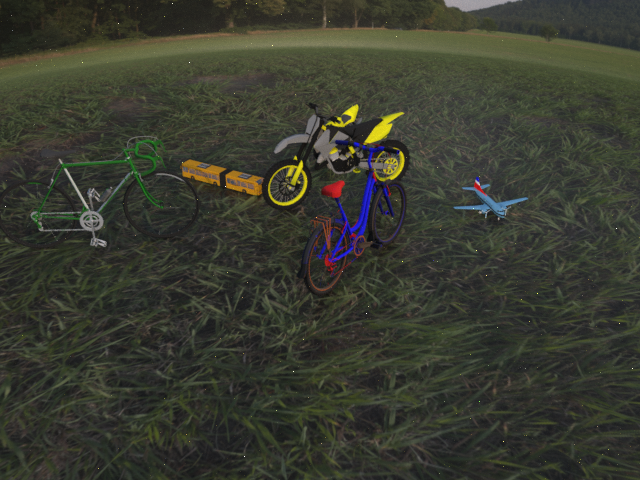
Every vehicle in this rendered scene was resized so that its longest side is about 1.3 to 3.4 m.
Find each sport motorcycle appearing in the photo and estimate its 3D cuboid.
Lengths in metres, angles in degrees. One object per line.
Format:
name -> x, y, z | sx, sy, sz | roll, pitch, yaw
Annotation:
sport motorcycle -> 0.330, -2.171, 14.054 | 0.506, 0.821, 1.520 | 19, 35, 30

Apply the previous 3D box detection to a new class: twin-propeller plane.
twin-propeller plane -> 2.860, -0.697, 11.867 | 1.370, 0.407, 1.095 | -8, 30, -14

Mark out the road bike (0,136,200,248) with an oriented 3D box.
road bike -> -3.354, -0.676, 10.560 | 3.004, 1.656, 0.697 | -5, 30, -9

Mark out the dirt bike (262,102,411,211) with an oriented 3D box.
dirt bike -> 0.338, -1.460, 11.937 | 2.903, 1.666, 1.024 | -14, 33, -24

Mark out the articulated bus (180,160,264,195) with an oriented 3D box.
articulated bus -> -1.780, -1.146, 12.783 | 1.749, 0.289, 0.311 | 16, 33, 26

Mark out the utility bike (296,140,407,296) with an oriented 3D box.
utility bike -> 0.453, -0.432, 9.942 | 1.039, 1.839, 2.791 | 19, 35, 30
